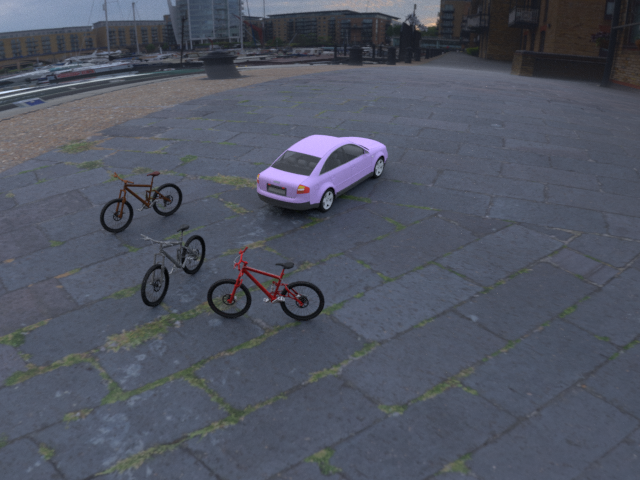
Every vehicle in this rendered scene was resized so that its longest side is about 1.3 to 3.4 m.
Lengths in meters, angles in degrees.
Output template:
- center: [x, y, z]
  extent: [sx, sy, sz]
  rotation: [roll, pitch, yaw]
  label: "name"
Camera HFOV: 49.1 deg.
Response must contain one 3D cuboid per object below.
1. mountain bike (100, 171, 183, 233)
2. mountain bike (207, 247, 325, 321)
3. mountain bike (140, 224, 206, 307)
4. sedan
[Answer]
- center: [-2.834, -0.658, 11.119]
  extent: [1.469, 0.868, 0.573]
  rotation: [-23, 35, -37]
  label: "mountain bike"
- center: [-0.676, 0.605, 8.634]
  extent: [1.469, 0.868, 0.573]
  rotation: [2, 27, 3]
  label: "mountain bike"
- center: [-1.943, 0.257, 9.318]
  extent: [0.573, 0.868, 1.469]
  rotation: [11, 29, 20]
  label: "mountain bike"
- center: [0.130, -1.373, 12.445]
  extent: [1.235, 0.940, 3.137]
  rotation: [17, 31, 29]
  label: "sedan"
